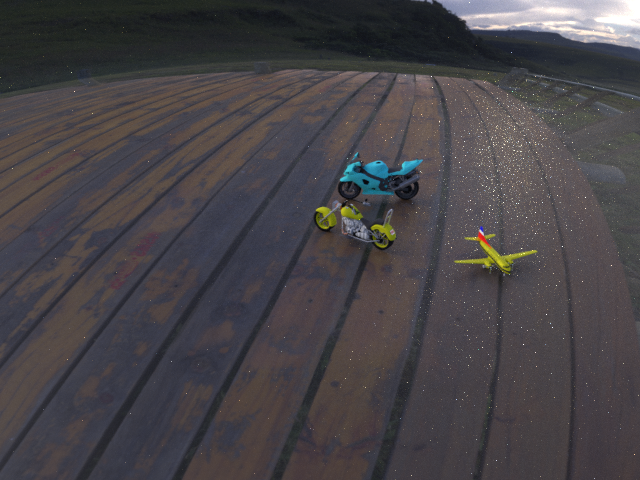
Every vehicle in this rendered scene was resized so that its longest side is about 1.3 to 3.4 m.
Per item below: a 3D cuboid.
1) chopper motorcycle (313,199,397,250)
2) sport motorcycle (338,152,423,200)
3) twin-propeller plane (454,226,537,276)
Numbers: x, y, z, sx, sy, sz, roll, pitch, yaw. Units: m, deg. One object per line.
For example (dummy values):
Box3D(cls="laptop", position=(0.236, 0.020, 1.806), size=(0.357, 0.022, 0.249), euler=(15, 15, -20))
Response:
Box3D(cls="chopper motorcycle", position=(0.543, -0.338, 11.321), size=(1.563, 0.761, 0.466), euler=(20, 34, 33))
Box3D(cls="sport motorcycle", position=(1.081, -1.119, 12.707), size=(1.520, 0.821, 0.506), euler=(0, 28, 0))
Box3D(cls="twin-propeller plane", position=(2.663, 0.179, 10.734), size=(1.370, 0.407, 1.095), euler=(-7, 29, -12))
